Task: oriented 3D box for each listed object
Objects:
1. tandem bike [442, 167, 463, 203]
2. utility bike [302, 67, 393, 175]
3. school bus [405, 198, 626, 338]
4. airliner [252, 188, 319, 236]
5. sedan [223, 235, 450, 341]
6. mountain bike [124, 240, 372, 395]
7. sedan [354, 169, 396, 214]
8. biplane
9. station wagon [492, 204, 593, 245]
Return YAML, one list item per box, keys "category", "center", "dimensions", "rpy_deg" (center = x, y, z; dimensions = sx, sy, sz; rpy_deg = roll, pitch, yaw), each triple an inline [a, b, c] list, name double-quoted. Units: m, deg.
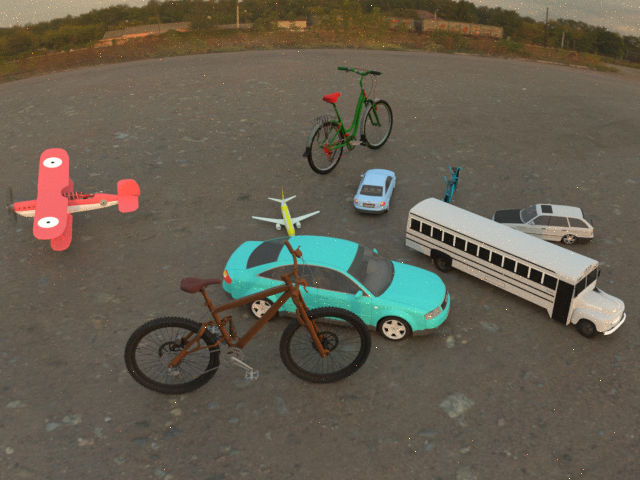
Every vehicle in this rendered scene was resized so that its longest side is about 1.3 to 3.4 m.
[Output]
- category: "tandem bike"
  center: [2.345, -0.973, 12.475]
  dimensions: [0.283, 0.682, 1.642]
  rpy_deg: [10, 31, 16]
- category: "utility bike"
  center: [0.536, -2.447, 13.873]
  dimensions: [1.039, 1.839, 2.791]
  rpy_deg: [24, 37, 35]
- category: "school bus"
  center: [2.737, 0.328, 10.058]
  dimensions: [3.322, 0.844, 0.709]
  rpy_deg: [26, 39, 37]
- category: "airliner"
  center: [-0.554, -0.452, 11.824]
  dimensions: [1.161, 0.429, 1.307]
  rpy_deg: [-5, 30, -9]
- category: "sedan"
  center: [0.214, 0.538, 9.598]
  dimensions: [3.137, 0.940, 1.235]
  rpy_deg: [8, 31, 13]
- category: "mountain bike"
  center: [-0.813, 1.036, 7.987]
  dimensions: [2.857, 1.688, 1.114]
  rpy_deg: [-3, 30, -5]
- category: "sedan"
  center: [1.010, -0.964, 12.658]
  dimensions: [0.635, 0.483, 1.613]
  rpy_deg: [6, 31, 11]
- category: "biplane"
  center: [-4.040, -0.605, 11.538]
  dimensions: [2.120, 0.981, 2.598]
  rpy_deg: [-7, 31, -13]
- category: "station wagon"
  center: [3.662, -0.311, 11.536]
  dimensions: [1.597, 0.473, 0.682]
  rpy_deg: [5, 30, 9]
